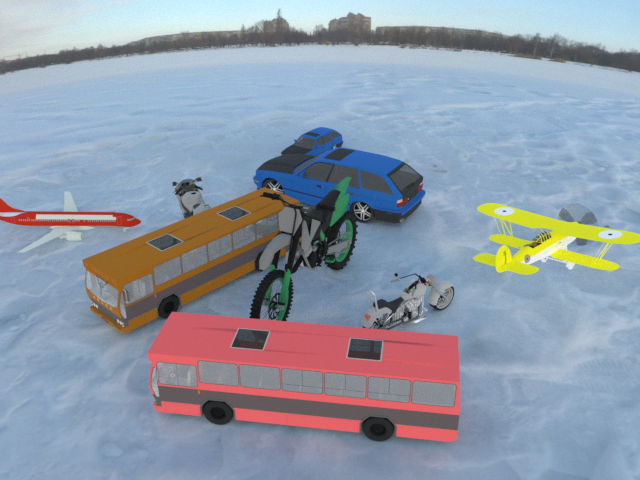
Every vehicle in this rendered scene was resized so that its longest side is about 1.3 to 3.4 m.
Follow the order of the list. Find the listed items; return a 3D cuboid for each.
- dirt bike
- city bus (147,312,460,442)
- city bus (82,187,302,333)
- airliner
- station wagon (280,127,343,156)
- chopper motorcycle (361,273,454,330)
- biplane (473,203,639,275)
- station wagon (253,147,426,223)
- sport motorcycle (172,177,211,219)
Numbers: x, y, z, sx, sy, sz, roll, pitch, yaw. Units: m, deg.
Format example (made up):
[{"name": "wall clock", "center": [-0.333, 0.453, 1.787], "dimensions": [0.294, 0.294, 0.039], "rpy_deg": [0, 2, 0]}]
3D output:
[{"name": "dirt bike", "center": [-0.133, 0.085, 9.409], "dimensions": [1.024, 1.666, 2.903], "rpy_deg": [13, 31, 24]}, {"name": "city bus", "center": [-0.149, 1.487, 7.577], "dimensions": [3.255, 0.894, 0.926], "rpy_deg": [4, 28, 7]}, {"name": "city bus", "center": [-1.677, 0.219, 9.983], "dimensions": [0.926, 0.894, 3.255], "rpy_deg": [23, 36, 37]}, {"name": "airliner", "center": [-4.218, -0.504, 11.419], "dimensions": [2.541, 0.835, 2.257], "rpy_deg": [0, 28, 0]}, {"name": "station wagon", "center": [-0.176, -1.973, 14.595], "dimensions": [0.682, 0.473, 1.597], "rpy_deg": [19, 33, 31]}, {"name": "chopper motorcycle", "center": [1.178, 0.759, 9.101], "dimensions": [1.563, 0.761, 0.466], "rpy_deg": [-19, 33, -32]}, {"name": "biplane", "center": [3.164, 0.077, 10.160], "dimensions": [2.120, 0.981, 2.598], "rpy_deg": [-22, 35, -35]}, {"name": "station wagon", "center": [0.284, -1.124, 12.505], "dimensions": [3.105, 0.920, 1.327], "rpy_deg": [15, 31, 26]}, {"name": "sport motorcycle", "center": [-2.019, -0.469, 11.369], "dimensions": [0.506, 0.821, 1.520], "rpy_deg": [-13, 30, -23]}]
